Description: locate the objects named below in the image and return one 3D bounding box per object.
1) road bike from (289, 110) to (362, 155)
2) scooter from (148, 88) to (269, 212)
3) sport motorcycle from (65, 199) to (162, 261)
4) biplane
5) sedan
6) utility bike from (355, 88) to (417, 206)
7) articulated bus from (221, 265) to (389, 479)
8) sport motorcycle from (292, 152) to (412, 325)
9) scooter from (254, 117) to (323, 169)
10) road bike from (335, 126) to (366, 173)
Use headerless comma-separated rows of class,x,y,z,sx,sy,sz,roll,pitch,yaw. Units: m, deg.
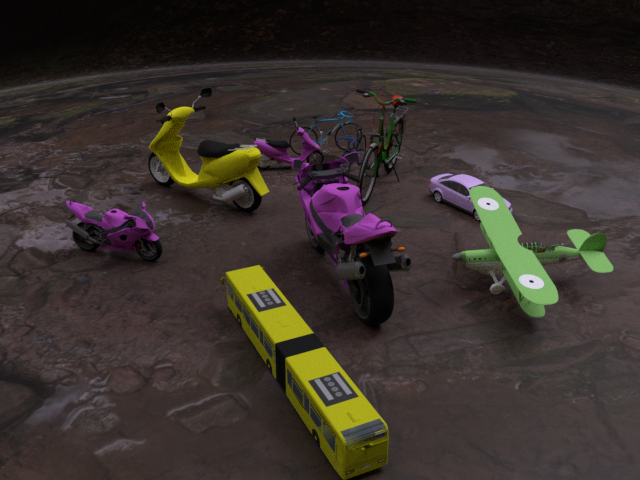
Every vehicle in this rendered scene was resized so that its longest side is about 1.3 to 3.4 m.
road bike,0.128,-2.158,14.108,1.545,0.852,0.358,-8,28,-15
scooter,-1.999,-1.526,11.860,2.721,1.786,1.288,18,32,31
sport motorcycle,-3.004,-0.143,10.230,1.520,0.821,0.506,9,29,16
biplane,2.802,0.222,9.347,2.120,0.981,2.598,-3,27,-6
sedan,2.535,-0.776,11.828,0.635,0.483,1.613,-18,32,-31
utility bike,1.219,-1.793,12.321,1.039,1.839,2.791,10,29,18
articulated bus,-0.291,1.270,7.771,0.605,0.561,3.401,-12,30,-22
sport motorcycle,0.319,-0.121,9.341,0.983,1.596,2.955,-9,29,-17
scooter,-0.616,-1.802,13.343,1.399,0.919,0.662,-4,27,-7
road bike,0.629,-1.661,13.143,0.358,0.852,1.545,10,29,19
